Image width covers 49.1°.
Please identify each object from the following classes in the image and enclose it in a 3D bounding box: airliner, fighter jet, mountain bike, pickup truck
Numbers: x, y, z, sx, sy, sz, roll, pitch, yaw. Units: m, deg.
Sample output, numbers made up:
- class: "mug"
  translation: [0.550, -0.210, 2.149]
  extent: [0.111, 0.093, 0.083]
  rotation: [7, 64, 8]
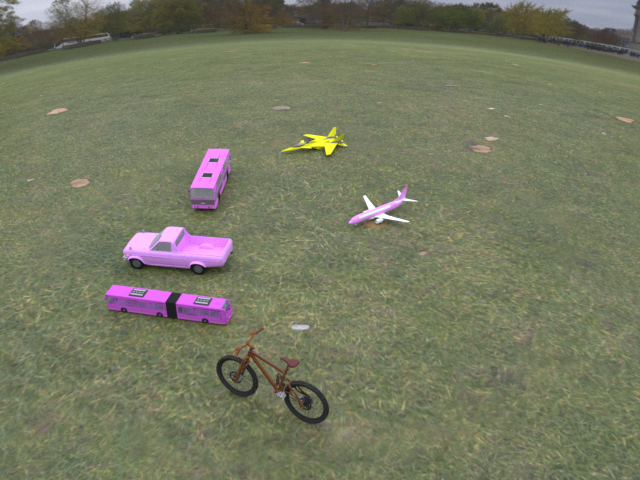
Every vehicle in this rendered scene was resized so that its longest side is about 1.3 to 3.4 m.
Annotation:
- class: "airliner"
  translation: [1.002, -0.577, 11.809]
  extent: [1.307, 0.429, 1.161]
  rotation: [-20, 36, -30]
- class: "fighter jet"
  translation: [-0.168, -2.007, 14.342]
  extent: [1.358, 0.286, 1.147]
  rotation: [-14, 33, -22]
- class: "mountain bike"
  translation: [-0.554, 1.547, 7.829]
  extent: [1.469, 0.868, 0.573]
  rotation: [15, 34, 24]
- class: "pickup truck"
  translation: [-2.144, 0.117, 10.569]
  extent: [1.603, 0.511, 0.640]
  rotation: [5, 31, 8]

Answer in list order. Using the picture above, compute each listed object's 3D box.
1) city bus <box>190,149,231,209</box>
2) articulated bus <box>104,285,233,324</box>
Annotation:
- class: "city bus"
  translation: [-1.956, -1.105, 12.663]
  extent: [0.476, 0.460, 1.674]
  rotation: [2, 31, 3]
- class: "articulated bus"
  translation: [-2.064, 0.876, 9.516]
  extent: [1.749, 0.289, 0.311]
  rotation: [6, 31, 10]
